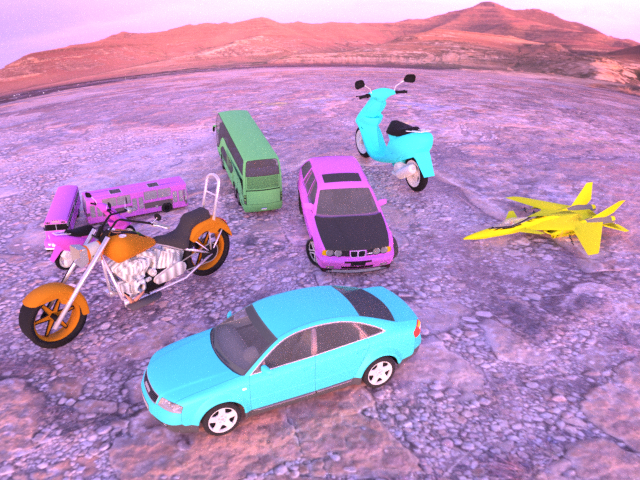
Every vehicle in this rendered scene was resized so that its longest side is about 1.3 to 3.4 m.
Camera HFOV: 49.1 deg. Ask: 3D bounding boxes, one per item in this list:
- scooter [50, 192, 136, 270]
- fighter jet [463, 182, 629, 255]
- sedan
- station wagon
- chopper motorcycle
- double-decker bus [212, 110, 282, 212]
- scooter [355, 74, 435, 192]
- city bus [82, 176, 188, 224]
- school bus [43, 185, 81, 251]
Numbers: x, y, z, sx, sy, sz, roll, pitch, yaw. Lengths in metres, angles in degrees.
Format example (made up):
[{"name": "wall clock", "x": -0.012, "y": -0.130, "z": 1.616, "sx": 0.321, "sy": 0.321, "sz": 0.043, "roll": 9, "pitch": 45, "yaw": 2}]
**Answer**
[{"name": "scooter", "x": -3.321, "y": -0.149, "z": 10.228, "sx": 0.662, "sy": 0.919, "sz": 1.399, "roll": 22, "pitch": 34, "yaw": 37}, {"name": "fighter jet", "x": 3.443, "y": -0.359, "z": 11.041, "sx": 2.640, "sy": 0.557, "sz": 2.229, "roll": -9, "pitch": 28, "yaw": -17}, {"name": "sedan", "x": -0.378, "y": 1.148, "z": 7.648, "sx": 3.137, "sy": 0.940, "sz": 1.235, "roll": -12, "pitch": 29, "yaw": -22}, {"name": "station wagon", "x": 0.340, "y": -0.538, "z": 10.991, "sx": 1.327, "sy": 0.920, "sz": 3.105, "roll": -3, "pitch": 27, "yaw": -6}, {"name": "chopper motorcycle", "x": -2.381, "y": 0.203, "z": 8.913, "sx": 0.906, "sy": 1.480, "sz": 3.040, "roll": 24, "pitch": 35, "yaw": 38}, {"name": "double-decker bus", "x": -1.363, "y": -1.536, "z": 12.813, "sx": 0.756, "sy": 1.052, "sz": 3.251, "roll": -7, "pitch": 28, "yaw": -14}, {"name": "scooter", "x": 1.341, "y": -2.079, "z": 13.072, "sx": 1.288, "sy": 1.786, "sz": 2.721, "roll": -12, "pitch": 29, "yaw": -22}, {"name": "city bus", "x": -3.085, "y": -0.661, "z": 11.743, "sx": 1.674, "sy": 0.460, "sz": 0.476, "roll": -13, "pitch": 30, "yaw": -24}, {"name": "school bus", "x": -4.113, "y": -0.362, "z": 11.182, "sx": 0.365, "sy": 0.434, "sz": 1.708, "roll": -5, "pitch": 27, "yaw": -9}]
